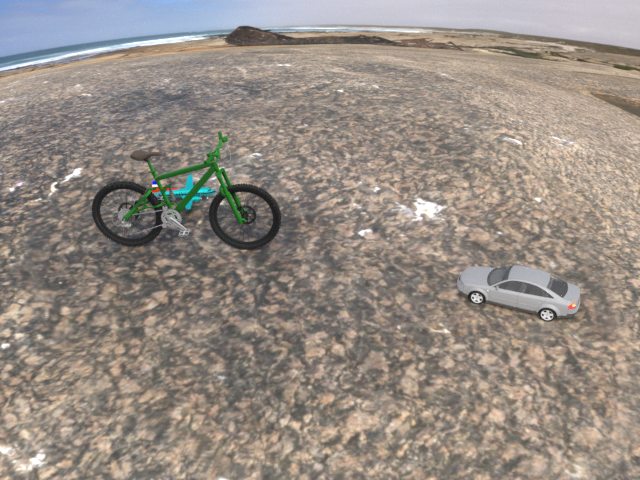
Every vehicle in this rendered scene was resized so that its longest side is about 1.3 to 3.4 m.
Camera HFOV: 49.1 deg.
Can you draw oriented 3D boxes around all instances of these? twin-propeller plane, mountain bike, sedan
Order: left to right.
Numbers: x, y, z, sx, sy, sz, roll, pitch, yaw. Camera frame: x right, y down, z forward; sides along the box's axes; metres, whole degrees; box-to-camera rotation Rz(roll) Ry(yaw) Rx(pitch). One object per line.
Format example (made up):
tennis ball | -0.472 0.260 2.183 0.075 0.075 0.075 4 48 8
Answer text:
twin-propeller plane | -2.346 -0.861 12.041 1.095 0.407 1.370 -4 30 -7
mountain bike | -2.005 -0.620 10.342 2.857 1.688 1.114 2 30 3
sedan | 2.654 0.626 9.388 1.613 0.483 0.635 13 32 21
